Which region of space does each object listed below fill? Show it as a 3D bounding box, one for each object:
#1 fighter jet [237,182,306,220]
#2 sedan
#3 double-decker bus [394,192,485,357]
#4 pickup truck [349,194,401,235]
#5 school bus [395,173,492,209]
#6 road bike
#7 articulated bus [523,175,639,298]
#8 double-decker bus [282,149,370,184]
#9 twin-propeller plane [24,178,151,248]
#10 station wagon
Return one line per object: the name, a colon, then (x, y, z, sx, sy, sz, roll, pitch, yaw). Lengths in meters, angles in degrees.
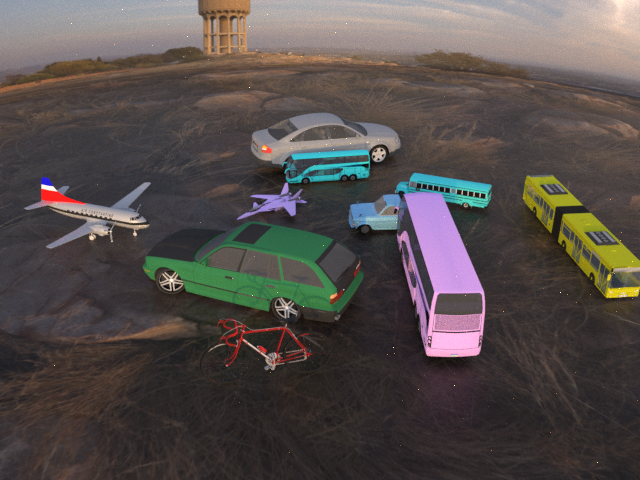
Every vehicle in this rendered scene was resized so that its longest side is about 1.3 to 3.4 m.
fighter jet: (-0.924, -0.645, 12.302, 1.358, 0.286, 1.147, -24, 36, -38)
sedan: (0.152, -2.082, 14.345, 3.137, 0.940, 1.235, -9, 29, -17)
double-decker bus: (1.571, 0.318, 9.633, 0.756, 1.052, 3.251, -1, 28, -1)
pickup truck: (1.284, -0.460, 11.706, 1.603, 0.511, 0.640, -2, 28, -3)
school bus: (2.205, -0.894, 12.620, 1.708, 0.434, 0.365, 11, 30, 21)
road bike: (-0.610, 1.253, 8.062, 1.545, 0.852, 0.358, -5, 28, -10)
articulated bus: (4.054, -0.171, 11.098, 0.605, 0.561, 3.401, -3, 28, -5)
double-decker bus: (0.125, -1.411, 13.491, 1.672, 0.541, 0.389, -5, 28, -9)
twin-propeller plane: (-3.746, -0.543, 11.561, 2.129, 0.792, 2.663, 10, 29, 18)
station wagon: (-0.988, 0.292, 9.825, 3.105, 0.920, 1.327, 11, 30, 20)
